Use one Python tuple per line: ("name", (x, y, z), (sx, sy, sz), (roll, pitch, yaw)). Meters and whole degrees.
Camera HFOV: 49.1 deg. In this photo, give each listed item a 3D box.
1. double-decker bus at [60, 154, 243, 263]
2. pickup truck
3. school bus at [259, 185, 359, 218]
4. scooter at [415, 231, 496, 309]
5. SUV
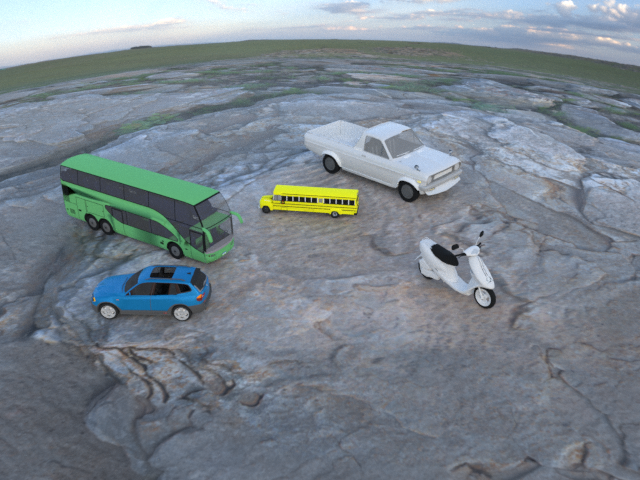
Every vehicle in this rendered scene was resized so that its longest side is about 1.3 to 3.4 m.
("double-decker bus", (-2.727, -0.515, 10.989), (3.251, 1.052, 0.756), (17, 32, 28))
("pickup truck", (1.129, -1.674, 13.201), (3.117, 0.993, 1.244), (25, 37, 38))
("school bus", (-0.199, -0.670, 11.927), (1.708, 0.434, 0.365), (4, 29, 8))
("scooter", (1.861, 0.315, 9.589), (0.662, 0.919, 1.399), (-22, 36, -35))
("SUV", (-2.239, 0.660, 9.305), (1.572, 0.580, 0.656), (1, 28, 2))
